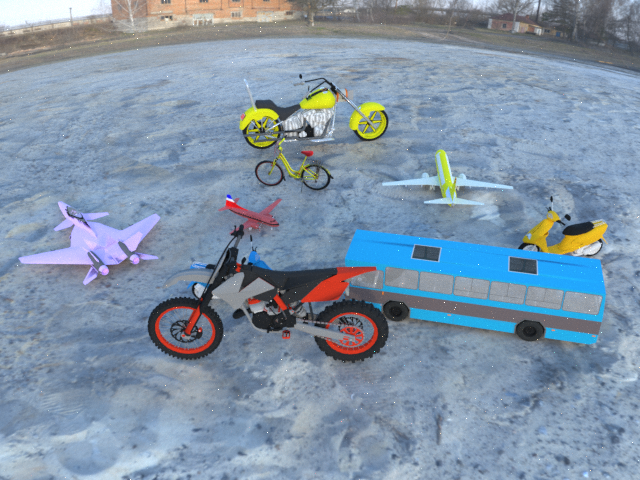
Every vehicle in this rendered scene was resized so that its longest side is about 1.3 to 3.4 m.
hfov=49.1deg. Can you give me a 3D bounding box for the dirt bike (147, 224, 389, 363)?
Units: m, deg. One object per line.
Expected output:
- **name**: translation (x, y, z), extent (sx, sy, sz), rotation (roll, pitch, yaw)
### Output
- **dirt bike**: translation (-0.625, 0.777, 8.235), extent (2.903, 1.666, 1.024), rotation (0, 32, 1)

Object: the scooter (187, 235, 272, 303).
- **scooter**: translation (-1.122, 0.471, 9.449), extent (1.399, 0.919, 0.662), rotation (3, 32, 4)

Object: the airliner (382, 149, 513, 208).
- **airliner**: translation (2.234, -1.249, 12.336), extent (2.257, 0.835, 2.541), rotation (2, 32, 3)

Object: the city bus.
- **city bus**: translation (1.964, 0.622, 9.227), extent (3.255, 0.894, 0.926), rotation (7, 32, 12)

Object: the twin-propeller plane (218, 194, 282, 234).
- **twin-propeller plane**: translation (-1.115, -0.447, 11.438), extent (1.095, 0.407, 1.370), rotation (18, 36, 27)

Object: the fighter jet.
- **fighter jet**: translation (-3.661, -0.249, 10.970), extent (2.229, 0.557, 2.640), rotation (-22, 38, -31)

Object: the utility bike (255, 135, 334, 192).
- **utility bike**: translation (-0.474, -1.296, 12.307), extent (1.435, 0.946, 0.535), rotation (6, 32, 9)

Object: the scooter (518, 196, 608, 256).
- **scooter**: translation (3.647, -0.118, 10.411), extent (1.399, 0.919, 0.662), rotation (-4, 32, -7)

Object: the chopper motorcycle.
- **chopper motorcycle**: translation (-0.095, -2.569, 13.874), extent (3.040, 1.480, 0.906), rotation (-8, 32, -12)
